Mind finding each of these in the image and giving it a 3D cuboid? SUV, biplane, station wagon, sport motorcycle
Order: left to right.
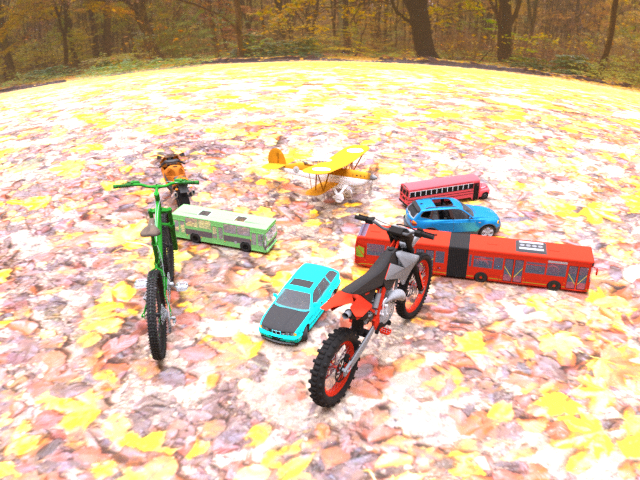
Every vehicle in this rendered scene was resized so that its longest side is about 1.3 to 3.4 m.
[{"bbox_3d":[-2.521,-1.001,12.342,0.506,0.821,1.520,-10,30,-19],"label":"sport motorcycle"},{"bbox_3d":[-0.254,0.788,9.330,0.682,0.473,1.597,11,30,19],"label":"station wagon"},{"bbox_3d":[0.037,-1.253,12.649,2.120,0.981,2.598,11,30,19],"label":"biplane"},{"bbox_3d":[2.155,-0.373,11.413,1.572,0.580,0.656,-3,28,-6],"label":"SUV"}]

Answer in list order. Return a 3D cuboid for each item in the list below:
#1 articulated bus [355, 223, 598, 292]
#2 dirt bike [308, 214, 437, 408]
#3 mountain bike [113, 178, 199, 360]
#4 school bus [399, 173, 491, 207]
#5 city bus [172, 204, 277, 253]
[{"bbox_3d":[2.224,0.245,10.264,3.401,0.561,0.605,6,29,12],"label":"articulated bus"},{"bbox_3d":[0.695,0.667,8.282,1.024,1.666,2.903,16,32,28],"label":"dirt bike"},{"bbox_3d":[-2.076,0.227,9.092,1.114,1.688,2.857,-3,28,-7],"label":"mountain bike"},{"bbox_3d":[2.268,-0.890,12.546,1.708,0.434,0.365,-9,29,-17],"label":"school bus"},{"bbox_3d":[-1.529,-0.173,11.163,1.674,0.460,0.476,10,29,17],"label":"city bus"}]
